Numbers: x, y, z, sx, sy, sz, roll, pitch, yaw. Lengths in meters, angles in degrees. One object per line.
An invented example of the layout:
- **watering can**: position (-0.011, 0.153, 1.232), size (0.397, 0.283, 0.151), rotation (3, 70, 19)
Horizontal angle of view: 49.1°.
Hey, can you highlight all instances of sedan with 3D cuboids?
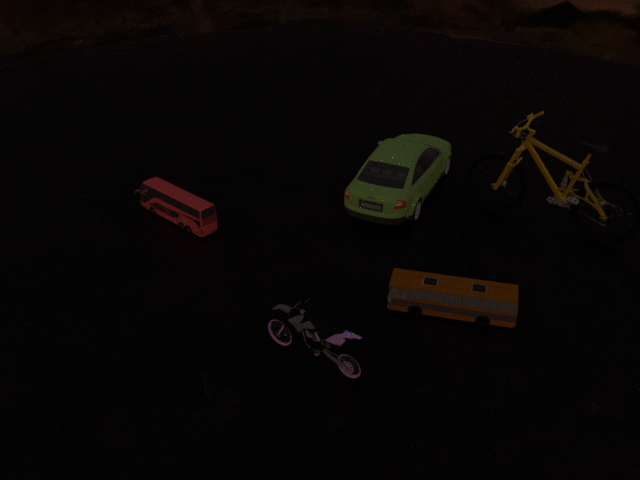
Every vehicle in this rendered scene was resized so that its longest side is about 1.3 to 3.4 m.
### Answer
- **sedan**: position (1.426, -1.250, 12.079), size (1.235, 0.940, 3.137), rotation (14, 34, 21)

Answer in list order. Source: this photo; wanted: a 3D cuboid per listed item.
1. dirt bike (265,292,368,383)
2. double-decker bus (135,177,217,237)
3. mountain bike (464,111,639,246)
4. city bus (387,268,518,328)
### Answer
- **dirt bike**: position (-0.075, 1.140, 8.313), size (1.493, 0.857, 0.527), rotation (21, 37, 30)
- **double-decker bus**: position (-2.333, -0.558, 11.343), size (1.672, 0.541, 0.389), rotation (25, 40, 34)
- **mountain bike**: position (3.605, -0.925, 10.848), size (2.857, 1.688, 1.114), rotation (20, 37, 29)
- **city bus**: position (1.753, 0.778, 9.270), size (1.674, 0.460, 0.476), rotation (8, 33, 12)
